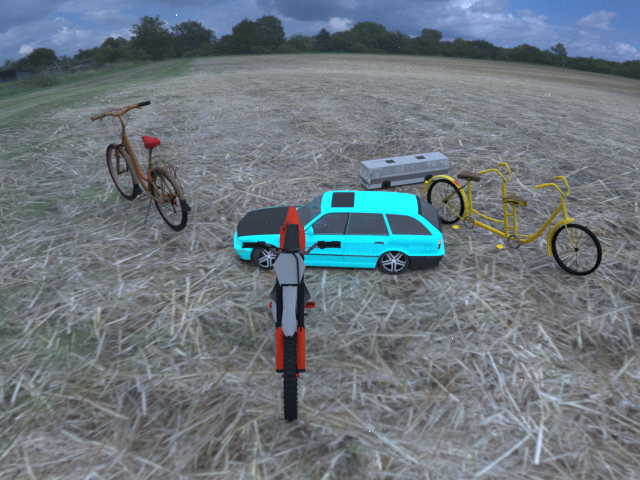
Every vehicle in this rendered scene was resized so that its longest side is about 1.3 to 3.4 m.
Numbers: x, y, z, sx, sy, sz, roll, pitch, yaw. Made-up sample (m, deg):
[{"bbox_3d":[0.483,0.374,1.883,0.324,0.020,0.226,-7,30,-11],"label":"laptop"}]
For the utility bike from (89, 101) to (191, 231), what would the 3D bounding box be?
[{"bbox_3d":[-2.991,-1.223,11.450,1.039,1.839,2.791,-21,33,-36],"label":"utility bike"}]

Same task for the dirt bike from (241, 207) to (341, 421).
[{"bbox_3d":[-0.303,0.618,7.888,1.024,1.666,2.903,0,26,-1],"label":"dirt bike"}]

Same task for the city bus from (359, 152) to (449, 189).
[{"bbox_3d":[1.584,-1.294,13.165,1.674,0.460,0.476,-9,28,-18],"label":"city bus"}]

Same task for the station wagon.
[{"bbox_3d":[0.268,-0.191,10.389,3.105,0.920,1.327,2,26,4],"label":"station wagon"}]

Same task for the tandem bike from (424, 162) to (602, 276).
[{"bbox_3d":[2.808,-0.501,10.561,0.550,1.326,3.192,-21,33,-37],"label":"tandem bike"}]
